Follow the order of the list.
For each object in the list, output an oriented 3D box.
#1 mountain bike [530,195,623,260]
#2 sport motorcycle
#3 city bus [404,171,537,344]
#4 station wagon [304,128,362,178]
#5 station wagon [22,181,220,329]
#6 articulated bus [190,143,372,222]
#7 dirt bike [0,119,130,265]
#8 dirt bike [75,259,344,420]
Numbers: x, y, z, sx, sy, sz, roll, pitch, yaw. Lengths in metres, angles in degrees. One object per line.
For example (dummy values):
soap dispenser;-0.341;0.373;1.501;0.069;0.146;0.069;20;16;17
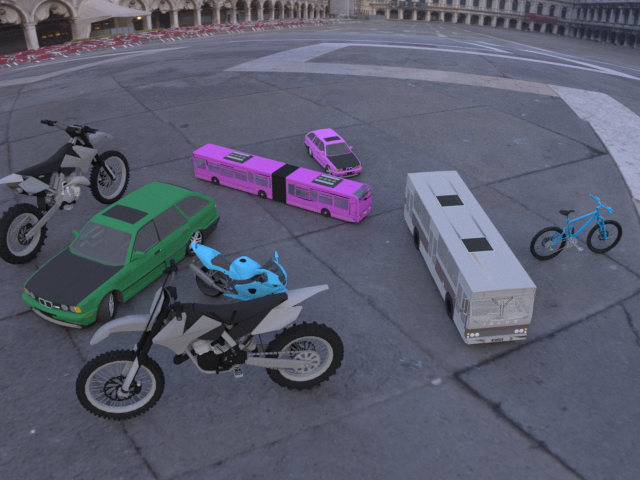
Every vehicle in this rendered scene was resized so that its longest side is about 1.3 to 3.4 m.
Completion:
mountain bike;3.784;-0.129;10.239;1.469;0.868;0.573;-6;32;-10
sport motorcycle;-1.026;0.518;9.218;1.520;0.821;0.506;14;34;22
city bus;1.951;0.135;9.778;0.926;0.894;3.255;-4;31;-7
station wagon;0.240;-1.674;13.166;0.682;0.473;1.597;-12;33;-18
station wagon;-2.737;0.053;9.888;1.327;0.920;3.105;15;34;24
articulated bus;-0.730;-1.010;11.987;3.401;0.561;0.605;17;35;26
dirt bike;-3.922;-0.887;10.719;1.024;1.666;2.903;13;34;21
dirt bike;-1.140;1.112;7.423;2.903;1.666;1.024;-7;32;-12
